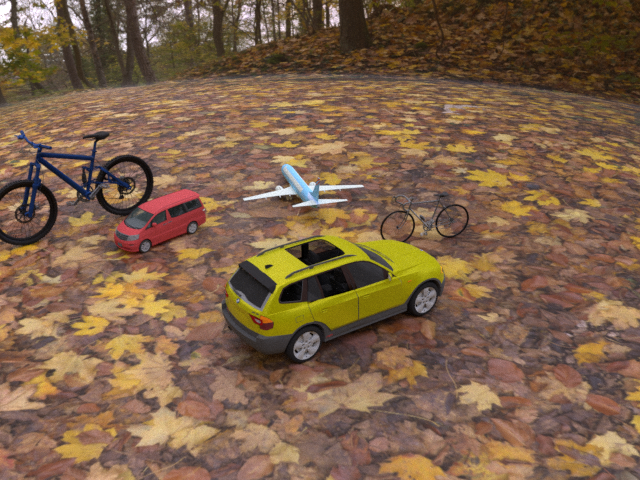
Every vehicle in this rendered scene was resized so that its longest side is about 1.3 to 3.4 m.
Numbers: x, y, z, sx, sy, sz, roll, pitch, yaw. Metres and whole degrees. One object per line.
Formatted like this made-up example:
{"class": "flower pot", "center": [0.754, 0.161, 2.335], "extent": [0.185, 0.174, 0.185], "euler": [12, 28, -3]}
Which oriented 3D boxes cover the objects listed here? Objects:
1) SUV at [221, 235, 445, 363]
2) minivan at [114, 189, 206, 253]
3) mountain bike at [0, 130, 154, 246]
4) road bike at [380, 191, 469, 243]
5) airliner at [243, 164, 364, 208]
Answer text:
{"class": "SUV", "center": [0.241, 0.534, 9.058], "extent": [3.058, 1.128, 1.276], "euler": [-16, 30, -30]}
{"class": "minivan", "center": [-2.616, -0.323, 11.419], "extent": [0.681, 0.616, 1.548], "euler": [22, 33, 37]}
{"class": "mountain bike", "center": [-4.048, -0.963, 11.511], "extent": [2.857, 1.688, 1.114], "euler": [-22, 33, -37]}
{"class": "road bike", "center": [1.698, -0.367, 11.240], "extent": [1.545, 0.852, 0.358], "euler": [-7, 27, -14]}
{"class": "airliner", "center": [-0.361, -1.146, 12.870], "extent": [2.257, 0.835, 2.541], "euler": [-8, 27, -15]}
